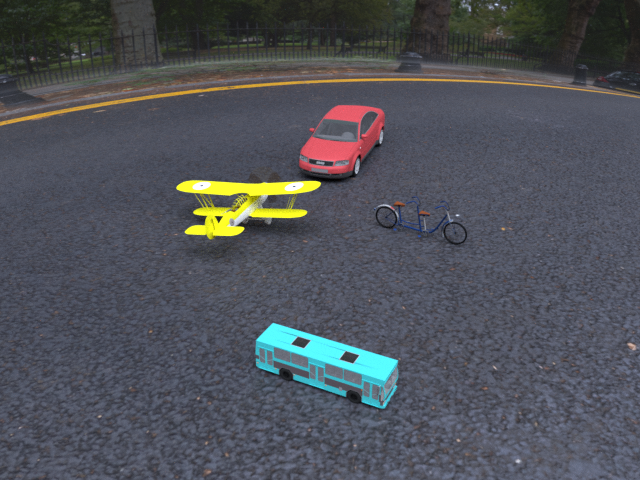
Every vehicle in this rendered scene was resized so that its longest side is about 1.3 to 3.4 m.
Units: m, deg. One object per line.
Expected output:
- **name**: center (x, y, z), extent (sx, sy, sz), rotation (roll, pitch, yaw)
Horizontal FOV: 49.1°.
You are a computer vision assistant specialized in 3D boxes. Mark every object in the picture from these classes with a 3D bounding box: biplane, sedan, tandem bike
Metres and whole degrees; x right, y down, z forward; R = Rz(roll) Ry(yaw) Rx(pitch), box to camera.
- **biplane**: center (-1.332, -0.502, 11.358), extent (2.598, 0.981, 2.120), rotation (11, 30, 19)
- **sedan**: center (0.502, -2.181, 14.532), extent (1.235, 0.940, 3.137), rotation (9, 30, 17)
- **tandem bike**: center (1.627, -0.373, 11.434), extent (1.642, 0.682, 0.283), rotation (15, 32, 25)

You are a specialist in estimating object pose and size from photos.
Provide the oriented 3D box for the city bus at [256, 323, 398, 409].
- **city bus**: center (0.063, 1.476, 8.221), extent (1.674, 0.460, 0.476), rotation (13, 31, 23)
